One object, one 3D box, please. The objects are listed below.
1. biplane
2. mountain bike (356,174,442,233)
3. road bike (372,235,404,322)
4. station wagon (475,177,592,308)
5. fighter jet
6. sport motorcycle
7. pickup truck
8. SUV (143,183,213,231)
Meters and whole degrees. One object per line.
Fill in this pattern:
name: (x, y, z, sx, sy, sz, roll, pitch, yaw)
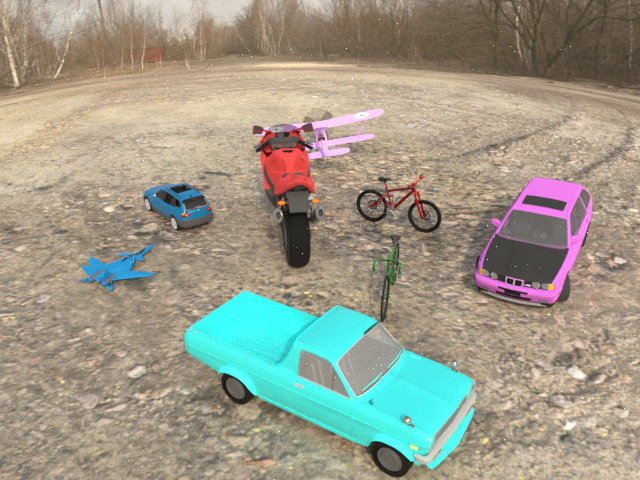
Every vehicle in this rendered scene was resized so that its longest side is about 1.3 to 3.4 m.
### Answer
biplane: (-0.010, -1.960, 13.826, 2.598, 0.981, 2.120, -1, 27, -3)
mountain bike: (1.260, -0.608, 11.263, 1.469, 0.868, 0.573, 13, 30, 25)
road bike: (0.935, 0.423, 9.230, 0.358, 0.852, 1.545, 6, 27, 12)
station wagon: (3.196, -0.111, 10.216, 1.327, 0.920, 3.105, 13, 29, 24)
fighter jet: (-2.826, 0.272, 10.160, 1.147, 0.286, 1.358, 12, 29, 22)
sport motorcycle: (-0.479, -0.793, 10.820, 0.983, 1.596, 2.955, -4, 27, -8)
pickup truck: (0.041, 1.285, 7.360, 3.117, 0.993, 1.244, 17, 31, 30)
SUV: (-2.387, -0.658, 11.682, 0.656, 0.580, 1.572, -19, 33, -33)
